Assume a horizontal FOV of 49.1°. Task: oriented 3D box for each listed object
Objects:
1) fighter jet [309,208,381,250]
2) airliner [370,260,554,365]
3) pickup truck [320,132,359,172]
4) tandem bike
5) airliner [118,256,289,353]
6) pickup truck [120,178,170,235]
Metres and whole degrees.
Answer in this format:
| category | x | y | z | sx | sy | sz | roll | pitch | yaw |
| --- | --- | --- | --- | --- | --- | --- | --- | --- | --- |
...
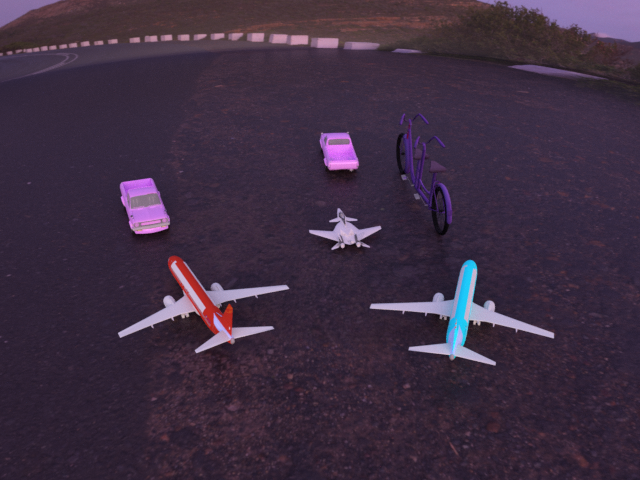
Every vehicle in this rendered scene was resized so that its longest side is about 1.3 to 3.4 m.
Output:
| category | x | y | z | sx | sy | sz | roll | pitch | yaw |
| --- | --- | --- | --- | --- | --- | --- | --- | --- | --- |
| fighter jet | 0.389 | -0.281 | 11.162 | 1.147 | 0.286 | 1.358 | -3 | 30 | -6 |
| airliner | 1.813 | 0.703 | 8.854 | 2.257 | 0.835 | 2.541 | 8 | 30 | 14 |
| pickup truck | 0.361 | -1.758 | 13.559 | 0.640 | 0.511 | 1.603 | -3 | 29 | -5 |
| tandem bike | 1.714 | -1.247 | 11.819 | 0.550 | 1.326 | 3.192 | -4 | 30 | -7 |
| airliner | -1.563 | 0.602 | 9.034 | 2.257 | 0.835 | 2.541 | -15 | 33 | -24 |
| pickup truck | -2.910 | -0.622 | 11.539 | 0.640 | 0.511 | 1.603 | -11 | 31 | -18 |
